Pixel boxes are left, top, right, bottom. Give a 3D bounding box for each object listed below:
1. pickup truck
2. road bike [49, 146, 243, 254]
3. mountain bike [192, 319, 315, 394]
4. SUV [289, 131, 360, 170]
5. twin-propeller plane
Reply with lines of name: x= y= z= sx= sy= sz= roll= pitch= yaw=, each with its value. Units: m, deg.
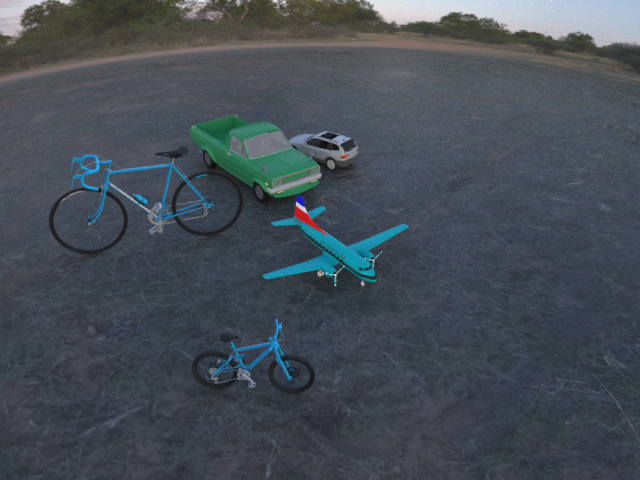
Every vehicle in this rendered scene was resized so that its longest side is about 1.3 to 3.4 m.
pickup truck: x=-1.306 y=-1.734 z=13.450 sx=1.244 sy=0.993 sz=3.117 roll=-21 pitch=36 yaw=-31
road bike: x=-2.689 y=-0.648 z=10.942 sx=3.004 sy=1.656 sz=0.697 roll=-9 pitch=32 yaw=-16
mountain bike: x=-0.786 y=1.429 z=8.176 sx=1.469 sy=0.868 sz=0.573 roll=2 pitch=30 yaw=4
SUV: x=0.050 y=-1.891 z=14.125 sx=1.572 sy=0.580 sz=0.656 roll=22 pitch=37 yaw=32
twin-propeller plane: x=0.190 y=0.018 z=10.659 sx=2.663 sy=0.792 sz=2.129 roll=-19 pitch=36 yaw=-29
